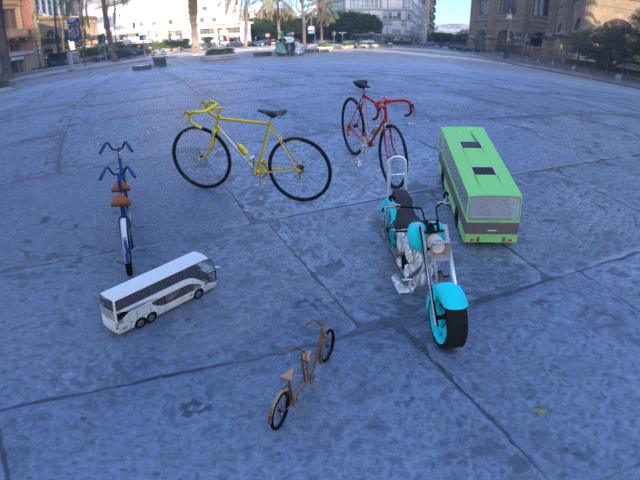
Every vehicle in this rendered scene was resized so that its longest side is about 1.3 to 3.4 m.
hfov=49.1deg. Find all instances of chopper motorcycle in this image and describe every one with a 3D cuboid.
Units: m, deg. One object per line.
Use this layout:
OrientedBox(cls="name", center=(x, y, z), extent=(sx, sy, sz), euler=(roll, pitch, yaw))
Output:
OrientedBox(cls="chopper motorcycle", center=(1.312, 0.062, 9.108), extent=(0.906, 1.480, 3.040), euler=(-4, 27, -8))

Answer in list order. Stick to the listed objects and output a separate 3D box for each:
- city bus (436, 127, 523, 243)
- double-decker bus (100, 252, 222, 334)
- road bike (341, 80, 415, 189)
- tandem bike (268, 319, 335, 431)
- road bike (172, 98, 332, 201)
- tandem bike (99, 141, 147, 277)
OrientedBox(cls="city bus", center=(2.594, -0.976, 11.771), extent=(0.926, 0.894, 3.255), euler=(1, 27, 1))
OrientedBox(cls="double-decker bus", center=(-2.022, 0.639, 9.013), extent=(0.389, 0.541, 1.672), euler=(22, 34, 36))
OrientedBox(cls="road bike", center=(0.976, -2.096, 13.120), extent=(0.697, 1.656, 3.004), euler=(-10, 29, -18))
OrientedBox(cls="tandem bike", center=(-0.171, 1.352, 7.469), extent=(0.283, 0.682, 1.642), euler=(11, 29, 21))
OrientedBox(cls="road bike", center=(-1.225, -1.545, 12.047), extent=(3.004, 1.656, 0.697), euler=(9, 28, 16))
OrientedBox(cls="tandem bike", center=(-2.992, -0.620, 10.605), extent=(0.550, 1.326, 3.192), euler=(-7, 28, -13))
